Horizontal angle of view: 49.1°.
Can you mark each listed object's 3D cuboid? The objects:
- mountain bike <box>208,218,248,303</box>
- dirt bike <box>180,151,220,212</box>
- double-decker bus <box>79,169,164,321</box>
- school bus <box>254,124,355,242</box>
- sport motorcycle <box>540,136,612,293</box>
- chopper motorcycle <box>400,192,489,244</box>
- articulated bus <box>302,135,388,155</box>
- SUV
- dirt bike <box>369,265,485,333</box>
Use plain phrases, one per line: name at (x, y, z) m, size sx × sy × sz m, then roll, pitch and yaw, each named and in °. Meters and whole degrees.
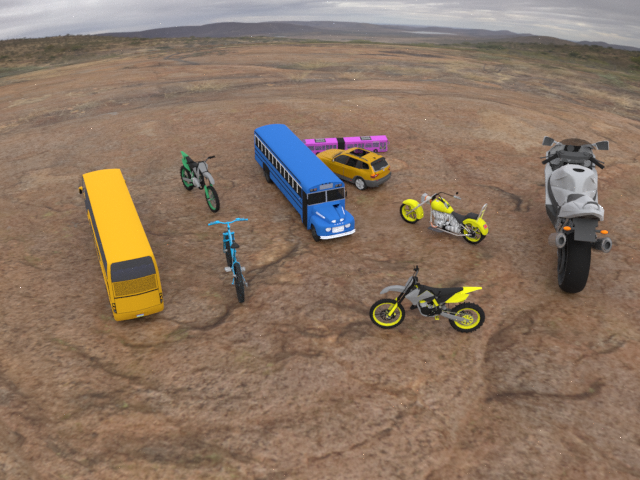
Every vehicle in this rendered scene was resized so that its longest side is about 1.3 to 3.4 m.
mountain bike at (-1.239, 0.233, 9.965) m, size 0.573 × 0.868 × 1.469 m, roll -8°, pitch 32°, yaw -13°
dirt bike at (-2.110, -1.078, 12.187) m, size 0.527 × 0.857 × 1.493 m, roll -19°, pitch 35°, yaw -29°
double-decker bus at (-2.976, -0.073, 10.301) m, size 0.756 × 1.052 × 3.251 m, roll -12°, pitch 33°, yaw -19°
school bus at (-0.324, -1.062, 12.172) m, size 0.709 × 0.844 × 3.322 m, roll -12°, pitch 33°, yaw -19°
sport motorcycle at (3.759, -0.482, 10.458) m, size 0.983 × 1.596 × 2.955 m, roll 6°, pitch 31°, yaw 10°
chopper motorcycle at (1.976, -0.443, 11.210) m, size 1.563 × 0.761 × 0.466 m, roll 22°, pitch 37°, yaw 32°
articulated bus at (0.509, -1.907, 14.142) m, size 1.749 × 0.289 × 0.311 m, roll -4°, pitch 31°, yaw -6°
SUV at (0.585, -1.425, 13.043) m, size 1.572 × 0.580 × 0.656 m, roll 24°, pitch 38°, yaw 35°
dirt bike at (1.387, 0.821, 8.984) m, size 1.493 × 0.857 × 0.527 m, roll 2°, pitch 31°, yaw 3°
